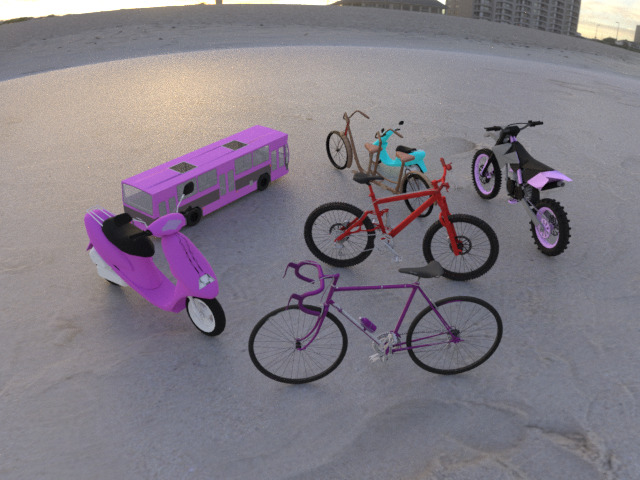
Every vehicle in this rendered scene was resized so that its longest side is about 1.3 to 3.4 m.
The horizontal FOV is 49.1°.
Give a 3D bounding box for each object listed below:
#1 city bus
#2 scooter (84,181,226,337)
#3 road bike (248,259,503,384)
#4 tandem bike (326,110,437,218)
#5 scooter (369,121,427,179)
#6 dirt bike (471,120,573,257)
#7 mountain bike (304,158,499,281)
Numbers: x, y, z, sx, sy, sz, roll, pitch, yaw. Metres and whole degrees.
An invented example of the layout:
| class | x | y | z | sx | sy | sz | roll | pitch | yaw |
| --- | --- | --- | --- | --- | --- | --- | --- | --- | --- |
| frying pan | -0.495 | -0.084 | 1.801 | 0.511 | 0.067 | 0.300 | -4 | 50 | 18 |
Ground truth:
| class | x | y | z | sx | sy | sz | roll | pitch | yaw |
| --- | --- | --- | --- | --- | --- | --- | --- | --- | --- |
| city bus | -1.892 | -1.070 | 12.307 | 0.926 | 0.894 | 3.255 | 22 | 37 | 33 |
| scooter | -2.294 | 0.146 | 9.342 | 2.721 | 1.786 | 1.288 | 21 | 37 | 32 |
| road bike | 0.668 | 0.968 | 8.066 | 3.004 | 1.656 | 0.697 | -3 | 30 | -4 |
| tandem bike | 1.020 | -1.461 | 12.548 | 0.550 | 1.326 | 3.192 | -19 | 35 | -29 |
| scooter | 1.490 | -1.736 | 13.423 | 1.399 | 0.919 | 0.662 | 27 | 39 | 37 |
| dirt bike | 3.232 | -1.004 | 11.429 | 1.024 | 1.666 | 2.903 | -9 | 31 | -15 |
| mountain bike | 1.155 | -0.234 | 10.091 | 2.857 | 1.688 | 1.114 | 6 | 31 | 10 |
